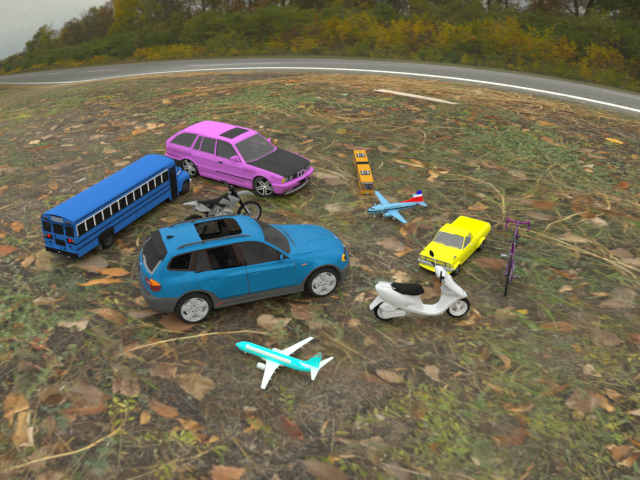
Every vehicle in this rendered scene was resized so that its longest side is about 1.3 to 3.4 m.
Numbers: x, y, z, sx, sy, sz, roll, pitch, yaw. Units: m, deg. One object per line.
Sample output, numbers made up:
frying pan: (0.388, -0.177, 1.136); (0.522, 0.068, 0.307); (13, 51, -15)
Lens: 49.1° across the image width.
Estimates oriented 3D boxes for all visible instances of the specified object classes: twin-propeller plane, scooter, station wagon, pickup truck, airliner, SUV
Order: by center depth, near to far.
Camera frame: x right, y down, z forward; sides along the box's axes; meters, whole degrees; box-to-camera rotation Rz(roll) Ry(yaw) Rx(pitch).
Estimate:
airliner: (-0.520, 1.395, 8.725); (1.307, 0.429, 1.161); (15, 32, 26)
scooter: (1.381, 0.689, 9.518); (1.399, 0.919, 0.662); (-2, 28, -4)
SUV: (-1.083, 0.249, 10.113); (3.058, 1.128, 1.276); (-10, 30, -18)
pickup truck: (2.171, 0.020, 11.188); (0.640, 0.511, 1.603); (18, 33, 29)
twin-propeller plane: (1.348, -0.641, 12.523); (1.095, 0.407, 1.370); (-9, 29, -15)
station wagon: (-1.625, -1.695, 13.938); (3.105, 0.920, 1.327); (17, 33, 28)

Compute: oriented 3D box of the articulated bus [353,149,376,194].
articulated bus: (0.861, -1.387, 14.032); (0.311, 0.289, 1.749); (-1, 28, -2)

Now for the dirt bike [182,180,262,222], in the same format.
dirt bike: (-1.664, -0.506, 11.800); (1.493, 0.857, 0.527); (-16, 32, -27)

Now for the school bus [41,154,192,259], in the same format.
school bus: (-3.391, -0.714, 12.200); (0.709, 0.844, 3.322); (12, 30, 20)

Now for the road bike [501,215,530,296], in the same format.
road bike: (2.889, 0.197, 10.501); (0.358, 0.852, 1.545); (9, 30, 17)
